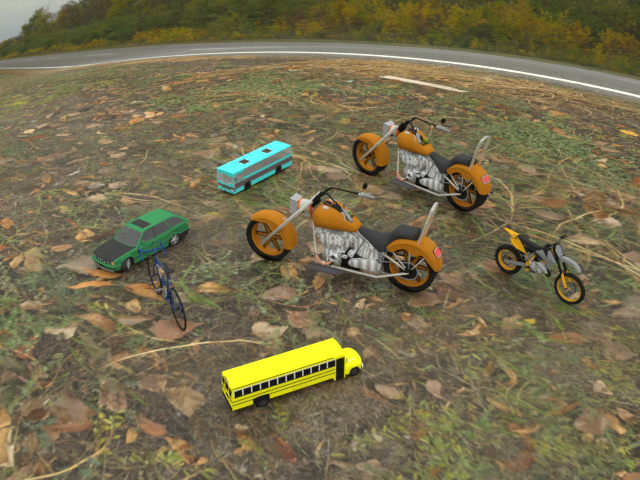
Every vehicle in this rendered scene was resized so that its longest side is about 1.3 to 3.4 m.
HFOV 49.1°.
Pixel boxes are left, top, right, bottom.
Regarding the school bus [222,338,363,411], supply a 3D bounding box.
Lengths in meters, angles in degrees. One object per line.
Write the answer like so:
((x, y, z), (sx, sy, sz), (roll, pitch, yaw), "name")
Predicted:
((-0.292, 1.542, 8.216), (1.708, 0.434, 0.365), (-14, 33, -22), "school bus")

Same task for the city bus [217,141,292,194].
((-1.211, -1.368, 13.202), (0.476, 0.460, 1.674), (21, 36, 31), "city bus")

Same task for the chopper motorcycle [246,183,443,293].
((0.293, -0.136, 10.064), (3.040, 1.480, 0.906), (13, 33, 22), "chopper motorcycle")

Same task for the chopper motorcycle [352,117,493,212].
((1.745, -1.525, 12.457), (0.906, 1.480, 3.040), (-25, 38, -36), "chopper motorcycle")

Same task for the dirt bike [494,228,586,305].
((3.121, 0.310, 9.916), (0.527, 0.857, 1.493), (-23, 37, -34), "dirt bike")

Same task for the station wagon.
((-2.794, -0.042, 10.905), (0.682, 0.473, 1.597), (21, 36, 31), "station wagon")

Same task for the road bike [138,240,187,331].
((-2.096, 0.587, 9.444), (0.358, 0.852, 1.545), (-16, 34, -25), "road bike")
